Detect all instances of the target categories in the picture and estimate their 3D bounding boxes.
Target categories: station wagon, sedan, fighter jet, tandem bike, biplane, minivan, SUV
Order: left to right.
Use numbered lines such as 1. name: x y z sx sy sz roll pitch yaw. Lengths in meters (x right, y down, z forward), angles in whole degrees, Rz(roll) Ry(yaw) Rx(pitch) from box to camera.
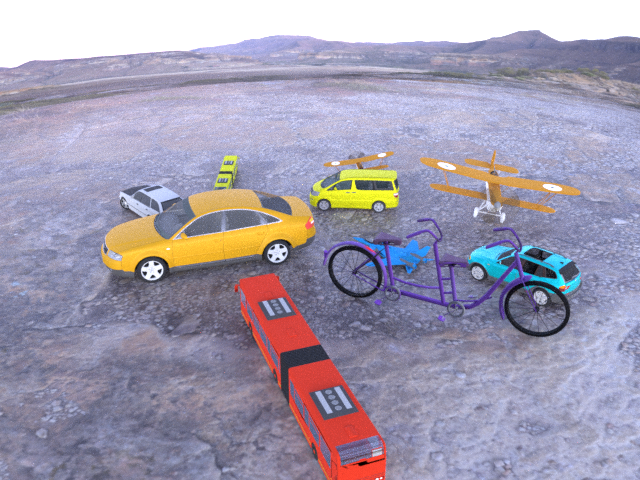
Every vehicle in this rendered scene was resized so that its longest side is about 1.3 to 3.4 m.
1. station wagon: -2.817 -0.666 11.844 0.682 0.473 1.597 -21 33 -36
2. sedan: -1.622 -0.175 10.318 3.137 0.940 1.235 -8 27 -16
3. minivan: 0.593 -0.880 12.117 1.548 0.616 0.681 2 26 5
4. biplane: 0.749 -1.330 13.157 1.336 0.504 1.090 -2 26 -5
5. fighter jet: 0.998 0.092 10.516 1.358 0.286 1.147 23 35 39
6. tandem bike: 1.506 0.377 8.762 3.192 1.326 0.550 11 28 21
7. biplane: 2.975 -0.932 11.810 2.598 0.981 2.120 4 27 9
8. SUV: 2.788 0.375 9.610 1.572 0.580 0.656 23 35 39

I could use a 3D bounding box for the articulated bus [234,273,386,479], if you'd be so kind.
1. articulated bus: -0.218 1.363 7.625 0.605 0.561 3.401 -9 28 -18

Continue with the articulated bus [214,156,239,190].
1. articulated bus: -1.744 -1.173 13.081 0.311 0.289 1.749 0 26 0
